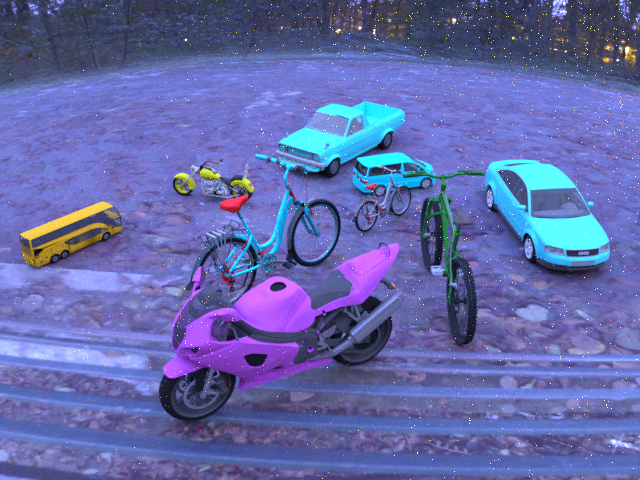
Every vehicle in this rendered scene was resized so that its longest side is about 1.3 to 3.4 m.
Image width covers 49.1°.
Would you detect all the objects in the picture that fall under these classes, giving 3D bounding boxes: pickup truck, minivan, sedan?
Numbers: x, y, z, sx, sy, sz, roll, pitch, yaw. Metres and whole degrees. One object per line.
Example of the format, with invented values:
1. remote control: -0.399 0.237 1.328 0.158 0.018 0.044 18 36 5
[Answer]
1. pickup truck: 0.494 -2.238 14.328 1.244 0.993 3.117 20 35 32
2. minivan: 1.396 -1.267 12.954 1.548 0.616 0.681 -10 30 -18
3. sedan: 3.625 -0.575 11.357 1.235 0.940 3.137 -3 29 -5

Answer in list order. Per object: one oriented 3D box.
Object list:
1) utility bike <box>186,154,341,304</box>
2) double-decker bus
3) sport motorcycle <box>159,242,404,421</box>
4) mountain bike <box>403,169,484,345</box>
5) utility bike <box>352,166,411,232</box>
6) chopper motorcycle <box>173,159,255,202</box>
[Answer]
1. utility bike: -0.778 -0.192 9.728 2.791 1.839 1.039 -25 37 -37
2. double-decker bus: -3.833 -0.120 10.945 0.389 0.541 1.672 22 35 34
3. sport motorcycle: -0.392 1.001 7.810 2.955 1.596 0.983 -15 32 -25
4. mountain bike: 1.708 0.075 9.399 1.114 1.688 2.857 -2 29 -4
5. utility bike: 1.011 -0.719 11.614 1.435 0.946 0.535 -24 37 -37
6. chopper motorcycle: -1.917 -1.079 12.460 1.563 0.761 0.466 9 30 16
